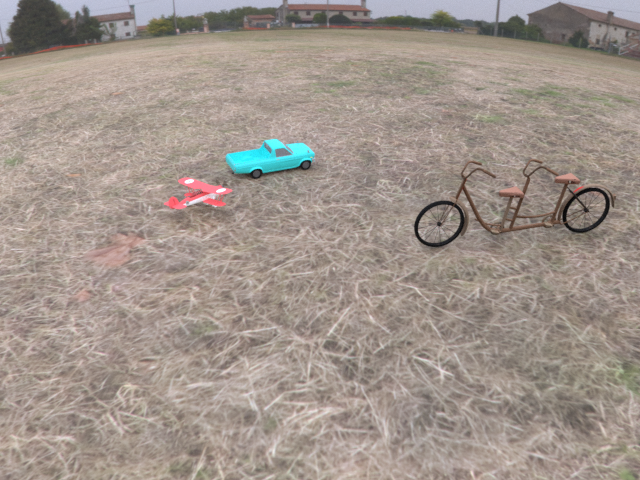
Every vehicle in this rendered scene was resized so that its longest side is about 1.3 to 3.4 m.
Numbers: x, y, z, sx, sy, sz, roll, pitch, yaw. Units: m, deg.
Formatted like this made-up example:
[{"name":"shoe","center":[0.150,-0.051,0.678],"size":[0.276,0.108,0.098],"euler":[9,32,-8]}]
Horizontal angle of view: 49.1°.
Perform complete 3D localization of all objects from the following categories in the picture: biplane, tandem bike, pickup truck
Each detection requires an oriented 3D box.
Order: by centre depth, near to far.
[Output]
[{"name":"tandem bike","center":[2.940,-0.578,10.336],"size":[3.192,1.326,0.550],"euler":[-6,30,-10]},{"name":"biplane","center":[-2.001,-0.704,11.376],"size":[1.090,0.504,1.336],"euler":[-26,39,-37]},{"name":"pickup truck","center":[-0.900,-1.530,12.802],"size":[1.603,0.511,0.640],"euler":[-12,32,-20]}]
